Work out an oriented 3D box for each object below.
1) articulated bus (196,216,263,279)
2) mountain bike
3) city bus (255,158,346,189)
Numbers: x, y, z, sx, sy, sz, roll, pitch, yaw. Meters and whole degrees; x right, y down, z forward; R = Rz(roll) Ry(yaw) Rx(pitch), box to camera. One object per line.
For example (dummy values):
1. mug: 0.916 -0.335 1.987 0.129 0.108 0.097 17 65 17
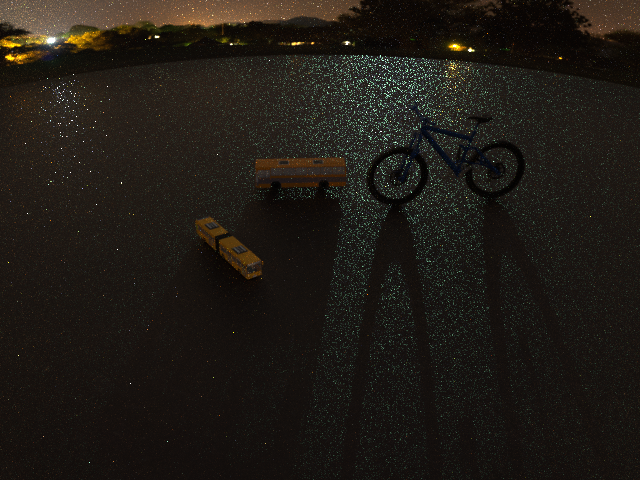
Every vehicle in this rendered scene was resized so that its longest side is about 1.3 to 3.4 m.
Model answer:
1. articulated bus: -1.427 0.095 10.767 0.311 0.289 1.749 -18 34 -29
2. mountain bike: 2.213 -1.434 12.092 2.857 1.688 1.114 -5 29 -8
3. city bus: -0.359 -1.230 12.994 1.674 0.460 0.476 -1 29 -2
